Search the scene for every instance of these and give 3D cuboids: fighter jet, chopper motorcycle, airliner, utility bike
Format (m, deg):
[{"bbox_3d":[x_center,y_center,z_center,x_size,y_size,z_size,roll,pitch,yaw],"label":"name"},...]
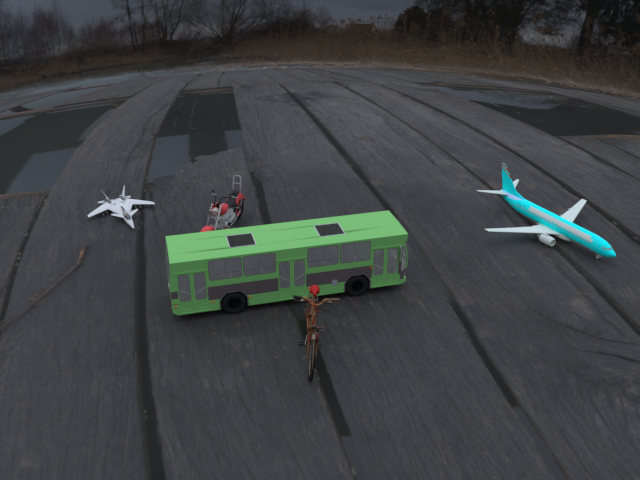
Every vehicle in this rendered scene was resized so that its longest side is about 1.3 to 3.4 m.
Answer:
[{"bbox_3d":[-3.379,-0.546,11.995,1.147,0.286,1.358,-14,31,-25],"label":"fighter jet"},{"bbox_3d":[-1.575,-0.439,11.277,0.466,0.761,1.563,8,29,14],"label":"chopper motorcycle"},{"bbox_3d":[3.745,-0.474,11.266,2.257,0.835,2.541,-16,31,-27],"label":"airliner"},{"bbox_3d":[-0.046,0.972,8.379,0.535,0.946,1.435,0,28,-1],"label":"utility bike"}]

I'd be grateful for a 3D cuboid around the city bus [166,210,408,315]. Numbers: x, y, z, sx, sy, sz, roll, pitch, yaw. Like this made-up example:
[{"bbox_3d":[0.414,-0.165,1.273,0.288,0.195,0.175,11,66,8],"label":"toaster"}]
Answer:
[{"bbox_3d":[-0.448,0.324,9.675,3.255,0.894,0.926,-7,28,-13],"label":"city bus"}]
